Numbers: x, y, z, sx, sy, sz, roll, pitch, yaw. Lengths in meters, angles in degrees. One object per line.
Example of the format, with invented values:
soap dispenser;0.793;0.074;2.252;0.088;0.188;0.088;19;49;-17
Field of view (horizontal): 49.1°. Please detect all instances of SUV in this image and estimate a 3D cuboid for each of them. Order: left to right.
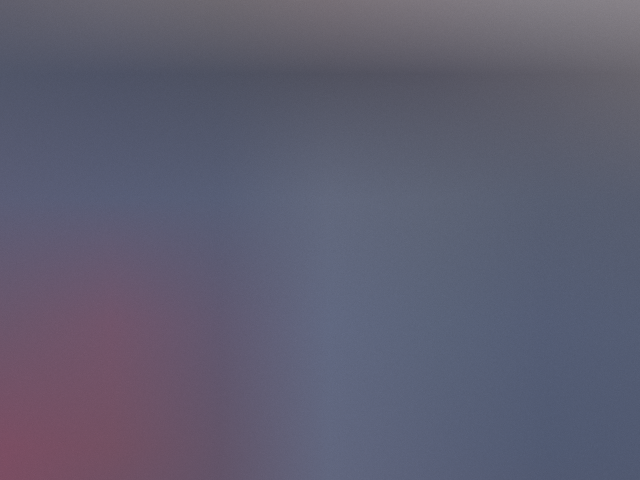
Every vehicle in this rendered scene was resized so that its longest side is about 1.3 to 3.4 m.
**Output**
SUV;-0.499;1.428;8.900;1.572;0.580;0.656;7;30;13

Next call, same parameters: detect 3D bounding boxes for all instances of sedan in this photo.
sedan;-3.051;0.207;10.740;1.235;0.940;3.137;-1;29;-2
sedan;0.148;0.473;10.259;3.137;0.940;1.235;10;30;17

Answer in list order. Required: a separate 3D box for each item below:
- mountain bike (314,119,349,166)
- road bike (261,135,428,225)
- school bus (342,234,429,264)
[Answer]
mountain bike;0.231;-2.164;15.110;0.573;0.868;1.469;-14;32;-24
road bike;0.458;-1.054;12.283;3.004;1.656;0.697;-4;29;-7
school bus;0.878;0.216;11.248;1.708;0.434;0.365;7;30;13
